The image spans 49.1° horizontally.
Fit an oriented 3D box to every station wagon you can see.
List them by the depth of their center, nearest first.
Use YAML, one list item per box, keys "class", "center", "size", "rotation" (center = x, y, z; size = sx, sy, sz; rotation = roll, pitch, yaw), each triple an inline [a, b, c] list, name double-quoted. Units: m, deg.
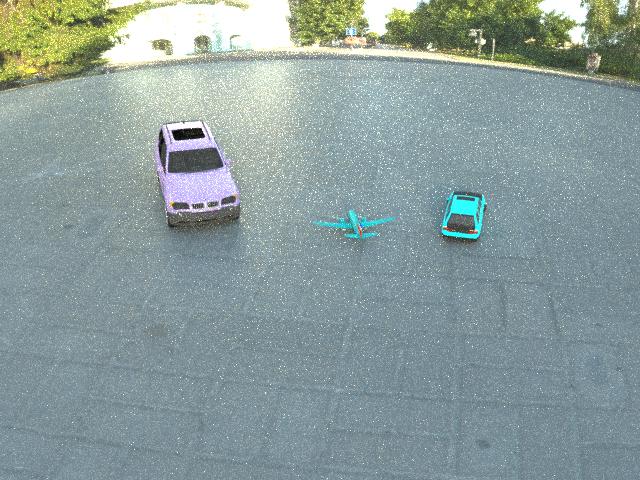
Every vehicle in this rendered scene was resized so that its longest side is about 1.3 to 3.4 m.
- class: "station wagon"
  center: [2.413, -0.494, 11.675]
  size: [0.682, 0.473, 1.597]
  rotation: [7, 29, 13]

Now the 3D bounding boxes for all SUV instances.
- class: "SUV"
  center: [-2.245, -1.254, 12.397]
  size: [1.276, 1.128, 3.058]
  rotation: [-8, 29, -14]

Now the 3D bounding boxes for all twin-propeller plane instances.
- class: "twin-propeller plane"
  center: [0.580, -0.297, 11.376]
  size: [1.370, 0.407, 1.095]
  rotation: [-4, 28, -7]
